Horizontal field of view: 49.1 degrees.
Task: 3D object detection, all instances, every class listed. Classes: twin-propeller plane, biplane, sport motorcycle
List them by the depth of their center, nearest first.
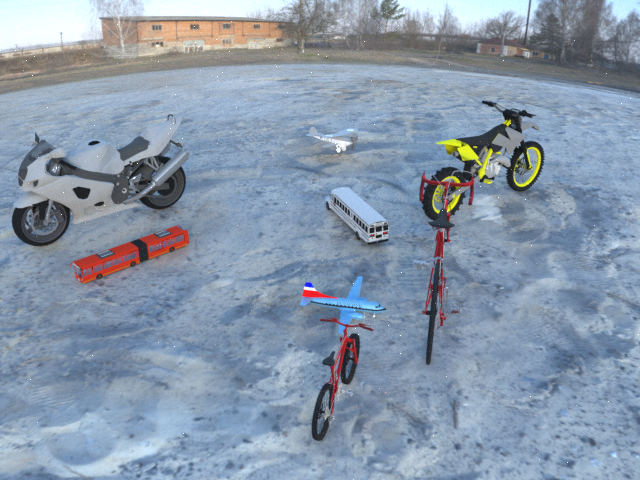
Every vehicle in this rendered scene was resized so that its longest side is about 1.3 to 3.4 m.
[{"bbox_3d":[0.304,0.761,8.862,1.095,0.407,1.370,6,28,11],"label":"twin-propeller plane"},{"bbox_3d":[-3.376,-0.965,10.917,2.955,1.596,0.983,-22,35,-36],"label":"sport motorcycle"},{"bbox_3d":[0.258,-2.080,14.278,1.090,0.504,1.336,15,31,27],"label":"biplane"}]

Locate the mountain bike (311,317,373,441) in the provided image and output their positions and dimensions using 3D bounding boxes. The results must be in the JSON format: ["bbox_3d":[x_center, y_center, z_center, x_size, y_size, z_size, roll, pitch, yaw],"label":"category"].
[{"bbox_3d":[0.187,1.358,7.198,0.573,0.868,1.469,9,29,17],"label":"mountain bike"}]

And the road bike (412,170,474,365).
[{"bbox_3d":[1.470,0.195,8.597,0.696,1.656,3.004,6,28,11],"label":"road bike"}]

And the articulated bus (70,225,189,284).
[{"bbox_3d":[-2.699,0.188,10.106,1.749,0.289,0.311,-23,35,-37],"label":"articulated bus"}]

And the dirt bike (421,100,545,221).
[{"bbox_3d":[2.792,-1.346,11.581,2.903,1.666,1.024,-19,33,-32],"label":"dirt bike"}]

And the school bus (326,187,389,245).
[{"bbox_3d":[0.553,-0.431,11.150,0.365,0.434,1.708,-11,29,-20],"label":"school bus"}]
